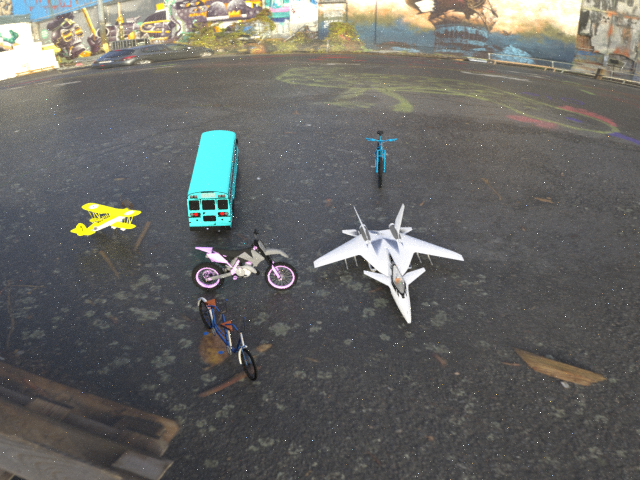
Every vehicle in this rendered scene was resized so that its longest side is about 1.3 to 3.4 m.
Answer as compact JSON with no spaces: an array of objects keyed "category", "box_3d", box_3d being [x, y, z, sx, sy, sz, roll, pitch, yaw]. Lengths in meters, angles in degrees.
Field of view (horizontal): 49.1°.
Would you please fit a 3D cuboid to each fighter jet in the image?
[{"category":"fighter jet","box_3d":[1.042,0.291,10.135,2.229,0.557,2.640,-3,29,-5]}]

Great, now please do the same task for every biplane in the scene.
[{"category":"biplane","box_3d":[-3.472,-0.301,11.258,1.336,0.504,1.090,18,34,30]}]

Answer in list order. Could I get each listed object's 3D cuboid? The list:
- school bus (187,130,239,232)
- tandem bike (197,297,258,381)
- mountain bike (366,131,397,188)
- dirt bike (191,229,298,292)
[{"category":"school bus","box_3d":[-1.852,-1.174,12.483,0.709,0.844,3.322,-2,29,-3]},{"category":"tandem bike","box_3d":[-1.162,1.081,8.581,0.283,0.682,1.642,-17,33,-28]},{"category":"mountain bike","box_3d":[1.132,-1.602,13.232,0.573,0.868,1.469,1,29,2]},{"category":"dirt bike","box_3d":[-1.056,0.343,9.731,1.493,0.857,0.527,0,29,0]}]
